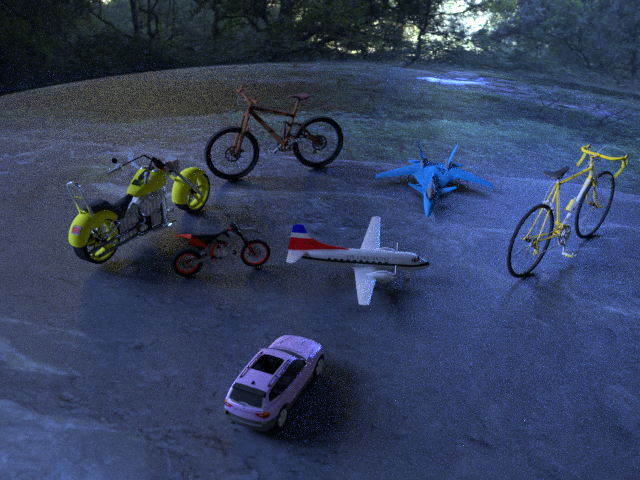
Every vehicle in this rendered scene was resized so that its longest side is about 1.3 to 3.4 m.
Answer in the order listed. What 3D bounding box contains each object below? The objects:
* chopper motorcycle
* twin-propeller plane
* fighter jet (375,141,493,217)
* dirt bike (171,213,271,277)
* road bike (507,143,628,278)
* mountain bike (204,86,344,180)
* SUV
[{"bbox_3d":[-2.827,-0.724,11.311,0.906,1.480,3.040,15,32,26],"label":"chopper motorcycle"},{"bbox_3d":[0.567,0.175,10.356,2.129,0.792,2.663,4,28,7],"label":"twin-propeller plane"},{"bbox_3d":[2.115,-1.149,13.089,2.229,0.557,2.640,6,29,10],"label":"fighter jet"},{"bbox_3d":[-1.478,0.097,10.431,1.493,0.857,0.527,-7,29,-14],"label":"dirt bike"},{"bbox_3d":[3.777,-0.491,10.685,3.004,1.656,0.696,-23,36,-36],"label":"road bike"},{"bbox_3d":[-0.868,-2.085,13.644,2.857,1.688,1.114,-10,30,-18],"label":"mountain bike"},{"bbox_3d":[-0.496,1.535,8.026,0.656,0.580,1.572,12,30,22],"label":"SUV"}]
